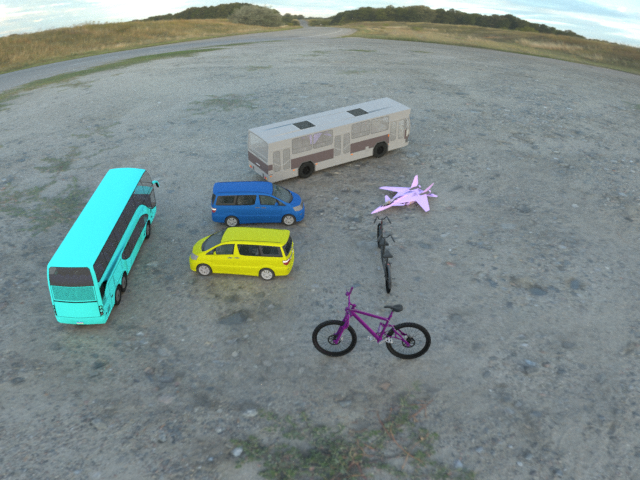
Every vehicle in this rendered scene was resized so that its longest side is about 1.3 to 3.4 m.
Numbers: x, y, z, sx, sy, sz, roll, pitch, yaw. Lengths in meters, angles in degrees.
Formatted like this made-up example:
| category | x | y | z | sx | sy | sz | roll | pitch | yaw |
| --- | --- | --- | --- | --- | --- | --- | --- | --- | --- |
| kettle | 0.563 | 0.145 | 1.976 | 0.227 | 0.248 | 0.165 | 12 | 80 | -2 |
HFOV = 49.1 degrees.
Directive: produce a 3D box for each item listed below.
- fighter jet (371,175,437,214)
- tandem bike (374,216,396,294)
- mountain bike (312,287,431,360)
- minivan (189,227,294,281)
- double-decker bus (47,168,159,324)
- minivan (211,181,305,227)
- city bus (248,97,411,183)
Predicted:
| category | x | y | z | sx | sy | sz | roll | pitch | yaw |
| --- | --- | --- | --- | --- | --- | --- | --- | --- | --- |
| fighter jet | 1.385 | -0.749 | 12.188 | 1.358 | 0.286 | 1.147 | -24 | 38 | -33 |
| tandem bike | 0.947 | 0.139 | 10.344 | 0.283 | 0.682 | 1.642 | -1 | 31 | -1 |
| mountain bike | 0.633 | 1.100 | 8.580 | 1.469 | 0.868 | 0.573 | 2 | 31 | 3 |
| minivan | -1.170 | 0.160 | 10.374 | 1.548 | 0.616 | 0.681 | 4 | 31 | 6 |
| double-decker bus | -3.093 | -0.058 | 10.311 | 0.756 | 1.052 | 3.251 | 1 | 31 | 1 |
| minivan | -1.032 | -0.627 | 11.670 | 1.548 | 0.616 | 0.681 | -2 | 31 | -3 |
| city bus | 0.230 | -1.934 | 13.556 | 3.255 | 0.894 | 0.926 | -18 | 36 | -27 |
